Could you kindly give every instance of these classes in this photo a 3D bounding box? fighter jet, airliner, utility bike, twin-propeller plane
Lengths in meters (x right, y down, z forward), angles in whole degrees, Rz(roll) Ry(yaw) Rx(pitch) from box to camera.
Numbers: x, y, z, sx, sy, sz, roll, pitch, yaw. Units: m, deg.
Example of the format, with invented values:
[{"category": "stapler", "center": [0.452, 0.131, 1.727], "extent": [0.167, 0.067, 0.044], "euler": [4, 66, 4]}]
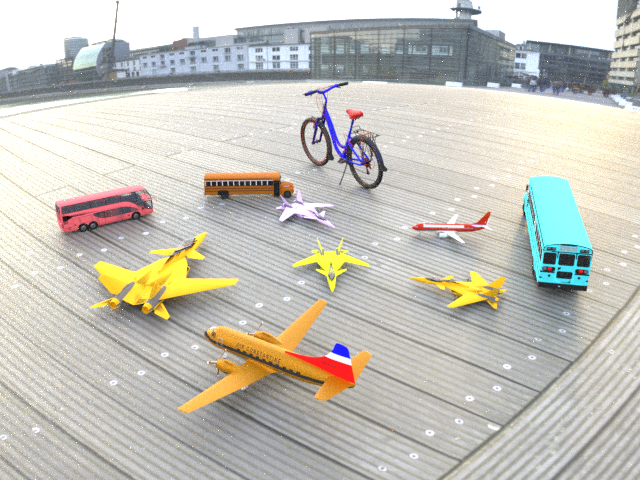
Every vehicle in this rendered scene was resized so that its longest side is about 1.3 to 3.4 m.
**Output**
[{"category": "fighter jet", "center": [1.918, 0.603, 9.930], "extent": [1.358, 0.286, 1.147], "euler": [12, 28, 24]}, {"category": "fighter jet", "center": [0.165, 0.366, 10.434], "extent": [1.147, 0.286, 1.358], "euler": [0, 25, -1]}, {"category": "airliner", "center": [2.192, -0.293, 11.668], "extent": [1.307, 0.429, 1.161], "euler": [2, 25, 4]}, {"category": "utility bike", "center": [0.329, -2.081, 13.815], "extent": [1.039, 1.839, 2.791], "euler": [-17, 30, -32]}, {"category": "twin-propeller plane", "center": [-0.517, 1.250, 7.960], "extent": [2.129, 0.792, 2.663], "euler": [15, 29, 30]}, {"category": "fighter jet", "center": [-2.207, 0.267, 10.327], "extent": [2.229, 0.557, 2.640], "euler": [6, 26, 13]}, {"category": "fighter jet", "center": [-0.163, -0.512, 12.302], "extent": [1.147, 0.286, 1.358], "euler": [-18, 31, -33]}]

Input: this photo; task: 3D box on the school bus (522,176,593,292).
[{"category": "school bus", "center": [3.680, -0.241, 11.070], "extent": [0.709, 0.844, 3.322], "euler": [5, 26, 10]}]

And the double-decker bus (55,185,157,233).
[{"category": "double-decker bus", "center": [-3.679, -0.558, 12.101], "extent": [1.672, 0.541, 0.389], "euler": [-16, 30, -30]}]

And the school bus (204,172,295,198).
[{"category": "school bus", "center": [-1.327, -1.046, 13.263], "extent": [1.708, 0.434, 0.365], "euler": [-1, 25, -2]}]
